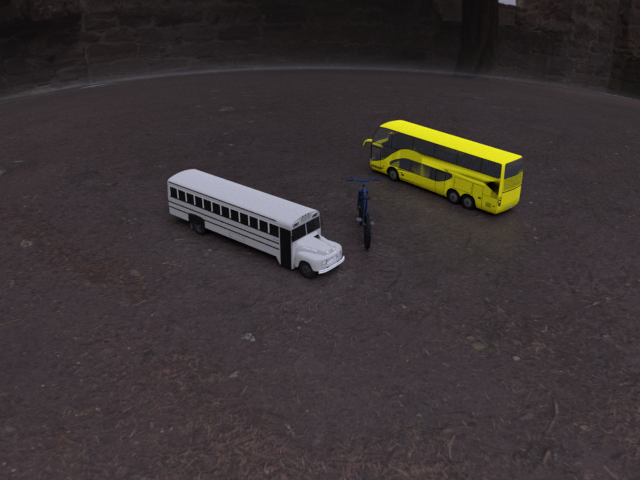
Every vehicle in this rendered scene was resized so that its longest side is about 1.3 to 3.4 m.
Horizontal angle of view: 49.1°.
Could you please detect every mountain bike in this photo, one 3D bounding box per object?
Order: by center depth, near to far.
[{"bbox_3d":[0.727,-0.485,11.355,0.573,0.868,1.469,-1,27,-2],"label":"mountain bike"}]

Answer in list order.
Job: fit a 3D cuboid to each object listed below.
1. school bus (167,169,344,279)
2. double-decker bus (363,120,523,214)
[{"bbox_3d":[-1.067,-0.315,11.046,3.322,0.844,0.709,20,33,34],"label":"school bus"},{"bbox_3d":[2.213,-1.426,13.012,0.756,1.052,3.251,-22,34,-37],"label":"double-decker bus"}]
